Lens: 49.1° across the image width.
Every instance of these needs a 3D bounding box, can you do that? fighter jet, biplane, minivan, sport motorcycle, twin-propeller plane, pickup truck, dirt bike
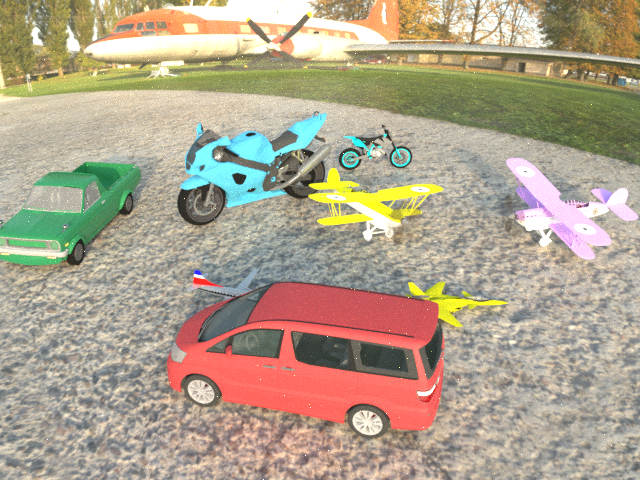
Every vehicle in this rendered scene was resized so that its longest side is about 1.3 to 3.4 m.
[{"bbox_3d":[1.853,0.780,9.353,1.358,0.286,1.147,-1,26,-2],"label":"fighter jet"},{"bbox_3d":[0.761,-0.616,11.397,2.598,0.981,2.120,-17,31,-31],"label":"biplane"},{"bbox_3d":[-0.185,1.157,7.563,3.011,1.197,1.324,7,27,14],"label":"minivan"},{"bbox_3d":[-1.101,-1.251,11.987,2.955,1.596,0.983,-17,31,-31],"label":"sport motorcycle"},{"bbox_3d":[3.933,-0.439,11.038,2.120,0.981,2.598,-7,27,-14],"label":"biplane"},{"bbox_3d":[-1.236,0.664,9.453,1.095,0.407,1.370,9,28,18],"label":"twin-propeller plane"},{"bbox_3d":[-3.992,-0.604,11.358,1.244,0.993,3.117,4,27,8],"label":"pickup truck"},{"bbox_3d":[1.115,-1.817,13.968,1.493,0.857,0.527,-2,26,-4],"label":"dirt bike"}]
